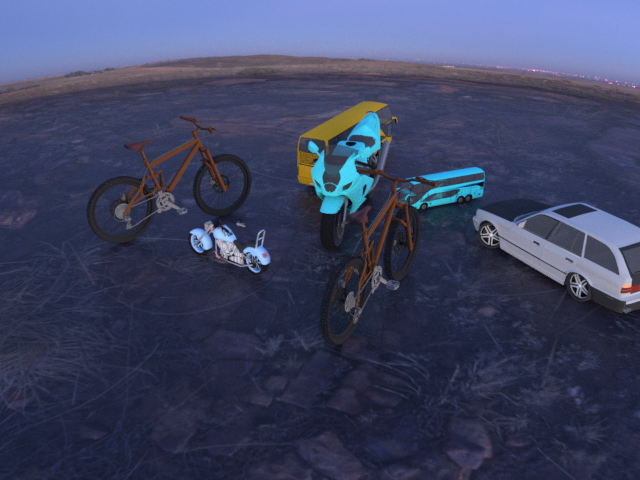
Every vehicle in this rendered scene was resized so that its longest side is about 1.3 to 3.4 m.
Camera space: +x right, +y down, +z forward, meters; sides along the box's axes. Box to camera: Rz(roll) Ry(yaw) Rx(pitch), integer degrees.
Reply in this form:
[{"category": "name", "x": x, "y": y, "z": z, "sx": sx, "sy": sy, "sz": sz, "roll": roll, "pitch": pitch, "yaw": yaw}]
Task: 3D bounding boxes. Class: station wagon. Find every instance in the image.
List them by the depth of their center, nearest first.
[{"category": "station wagon", "x": 3.571, "y": -0.039, "z": 10.156, "sx": 1.327, "sy": 0.920, "sz": 3.105, "roll": -13, "pitch": 29, "yaw": -25}]

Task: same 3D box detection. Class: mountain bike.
[{"category": "mountain bike", "x": 0.732, "y": 0.118, "z": 8.952, "sx": 1.114, "sy": 1.688, "sz": 2.857, "roll": 14, "pitch": 29, "yaw": 26}, {"category": "mountain bike", "x": -2.352, "y": -0.960, "z": 11.180, "sx": 2.857, "sy": 1.688, "sz": 1.114, "roll": -17, "pitch": 31, "yaw": -32}]

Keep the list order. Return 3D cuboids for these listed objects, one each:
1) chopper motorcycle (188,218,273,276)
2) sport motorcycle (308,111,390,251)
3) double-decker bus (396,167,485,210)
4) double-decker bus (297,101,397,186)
[{"category": "chopper motorcycle", "x": -1.353, "y": 0.020, "z": 10.219, "sx": 1.563, "sy": 0.761, "sz": 0.466, "roll": 19, "pitch": 31, "yaw": 33}, {"category": "sport motorcycle", "x": 0.509, "y": -1.026, "z": 11.421, "sx": 0.983, "sy": 1.596, "sz": 2.955, "roll": 8, "pitch": 27, "yaw": 15}, {"category": "double-decker bus", "x": 2.135, "y": -0.899, "z": 12.369, "sx": 1.672, "sy": 0.541, "sz": 0.389, "roll": -11, "pitch": 28, "yaw": -22}, {"category": "double-decker bus", "x": 0.592, "y": -1.981, "z": 14.019, "sx": 0.756, "sy": 1.052, "sz": 3.251, "roll": 13, "pitch": 29, "yaw": 25}]
